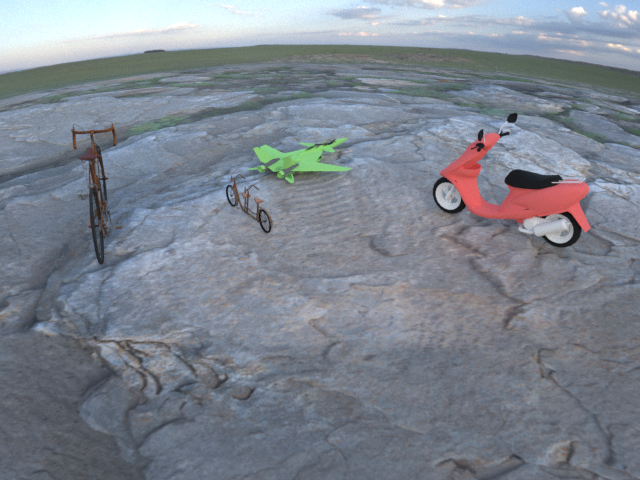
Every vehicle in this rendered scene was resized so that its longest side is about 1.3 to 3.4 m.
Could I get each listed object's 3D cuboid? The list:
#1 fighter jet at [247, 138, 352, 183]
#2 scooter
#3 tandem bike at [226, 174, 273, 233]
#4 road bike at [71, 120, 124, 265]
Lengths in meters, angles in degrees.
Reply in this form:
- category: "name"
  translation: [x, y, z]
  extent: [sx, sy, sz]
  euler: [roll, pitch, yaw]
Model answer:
- category: "fighter jet"
  translation: [-0.196, -1.867, 14.211]
  extent: [2.229, 0.557, 2.640]
  euler: [19, 33, 32]
- category: "scooter"
  translation: [3.029, -0.969, 11.179]
  extent: [2.721, 1.786, 1.288]
  euler: [21, 34, 34]
- category: "tandem bike"
  translation: [-1.218, -0.657, 11.773]
  extent: [0.283, 0.682, 1.642]
  euler: [-17, 32, -29]
- category: "road bike"
  translation: [-3.530, -0.844, 11.082]
  extent: [0.696, 1.656, 3.004]
  euler: [-6, 28, -12]
